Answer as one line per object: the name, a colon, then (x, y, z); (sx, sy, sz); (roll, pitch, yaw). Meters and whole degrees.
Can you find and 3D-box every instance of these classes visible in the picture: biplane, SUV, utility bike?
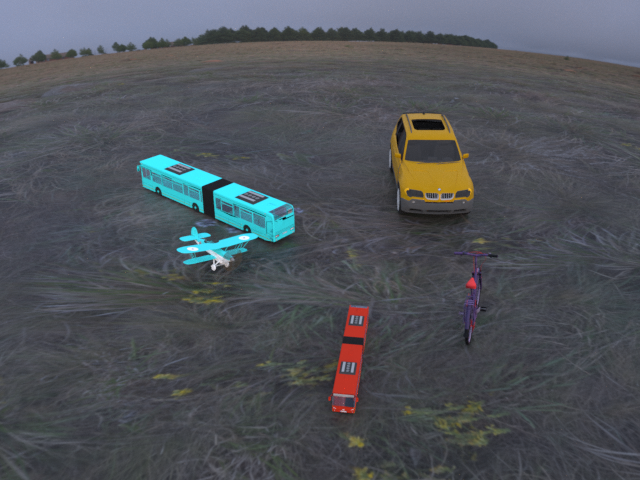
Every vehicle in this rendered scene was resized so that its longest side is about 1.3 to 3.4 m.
biplane: (-1.558, 0.110, 10.207); (1.336, 0.504, 1.090); (-23, 36, -37)
SUV: (1.923, -1.424, 12.441); (1.276, 1.128, 3.058); (0, 28, 1)
utility bike: (1.877, 0.643, 8.726); (0.535, 0.946, 1.435); (9, 29, 16)

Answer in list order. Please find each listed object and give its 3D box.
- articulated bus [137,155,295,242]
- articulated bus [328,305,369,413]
articulated bus: (-1.823, -0.754, 11.780); (3.401, 0.561, 0.605); (22, 35, 36)
articulated bus: (0.368, 1.332, 8.124); (0.311, 0.289, 1.749); (4, 28, 7)
